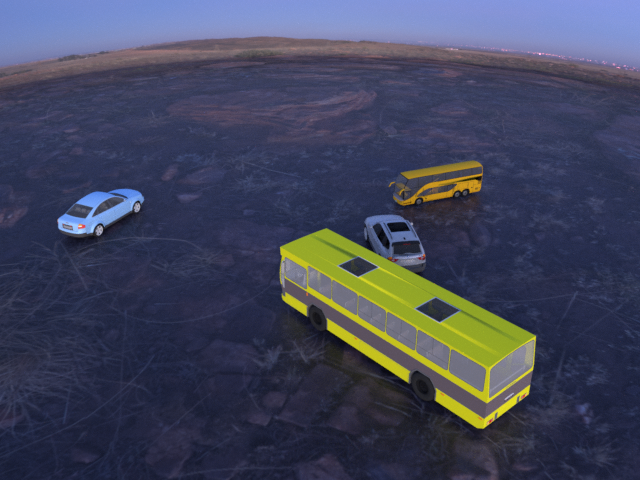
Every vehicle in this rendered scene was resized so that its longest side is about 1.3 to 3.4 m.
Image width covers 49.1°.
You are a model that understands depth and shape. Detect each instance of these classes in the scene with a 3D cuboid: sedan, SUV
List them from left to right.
[{"bbox_3d":[-3.497,-0.521,11.271,0.635,0.483,1.613,13,31,23],"label":"sedan"},{"bbox_3d":[1.085,-0.030,10.245,0.656,0.580,1.572,-4,28,-8],"label":"SUV"}]

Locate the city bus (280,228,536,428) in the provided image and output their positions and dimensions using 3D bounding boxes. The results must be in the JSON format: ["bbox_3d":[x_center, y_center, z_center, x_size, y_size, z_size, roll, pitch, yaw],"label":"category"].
[{"bbox_3d":[0.849,0.918,8.130,0.926,0.894,3.255,-22,35,-36],"label":"city bus"}]

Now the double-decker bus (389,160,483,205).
[{"bbox_3d":[2.018,-0.977,12.067,1.672,0.541,0.389,-11,30,-20],"label":"double-decker bus"}]
